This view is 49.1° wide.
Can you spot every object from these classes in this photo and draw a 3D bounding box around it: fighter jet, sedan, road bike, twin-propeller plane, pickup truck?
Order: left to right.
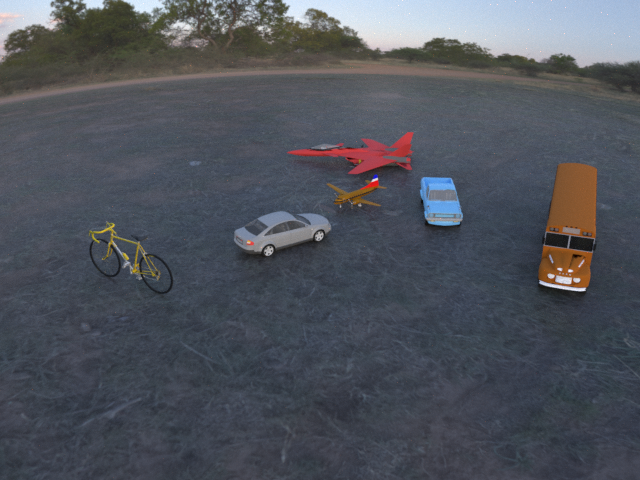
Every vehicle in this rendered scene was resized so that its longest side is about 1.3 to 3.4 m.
[{"bbox_3d":[-2.637,0.244,9.656,1.545,0.852,0.358,14,29,27],"label":"road bike"},{"bbox_3d":[-0.563,-0.176,10.943,1.613,0.483,0.635,-16,30,-30],"label":"sedan"},{"bbox_3d":[0.605,-1.887,14.385,2.640,0.557,2.229,4,26,9],"label":"fighter jet"},{"bbox_3d":[0.657,-0.863,12.446,1.095,0.407,1.370,-21,33,-36],"label":"twin-propeller plane"},{"bbox_3d":[2.075,-0.730,12.054,0.640,0.511,1.603,2,26,3],"label":"pickup truck"}]

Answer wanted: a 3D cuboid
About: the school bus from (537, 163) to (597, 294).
[{"bbox_3d":[3.826,-0.260,10.703,0.709,0.844,3.322,9,27,18],"label":"school bus"}]
